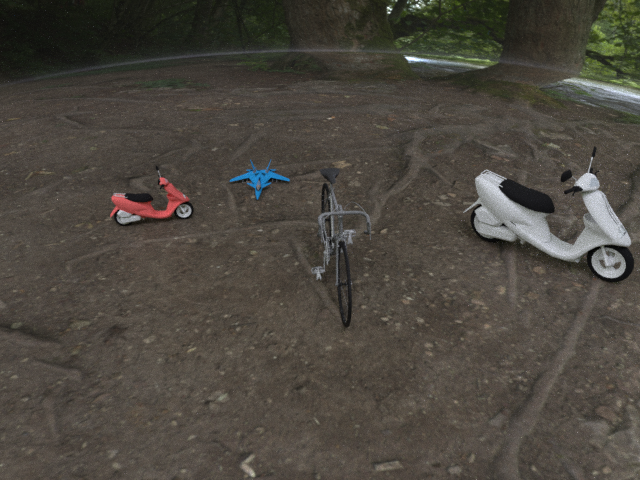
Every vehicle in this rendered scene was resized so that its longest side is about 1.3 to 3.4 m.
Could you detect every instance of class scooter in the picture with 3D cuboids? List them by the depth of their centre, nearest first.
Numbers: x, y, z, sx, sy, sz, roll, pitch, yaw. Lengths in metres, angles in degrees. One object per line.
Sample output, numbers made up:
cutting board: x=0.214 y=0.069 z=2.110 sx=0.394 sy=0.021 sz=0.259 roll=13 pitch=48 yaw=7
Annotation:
scooter: x=3.489 y=-0.486 z=10.634 sx=2.721 sy=1.786 sz=1.288 roll=21 pitch=36 yaw=32
scooter: x=-2.874 y=-0.705 z=11.896 sx=1.399 sy=0.919 sz=0.662 roll=-7 pitch=30 yaw=-12

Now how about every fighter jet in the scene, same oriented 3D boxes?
fighter jet: x=-1.155 y=-1.152 z=13.318 sx=1.147 sy=0.286 sz=1.358 roll=-1 pitch=30 yaw=-1

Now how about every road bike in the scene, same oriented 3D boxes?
road bike: x=0.212 y=-0.077 z=10.048 sx=0.697 sy=1.656 sz=3.004 roll=-3 pitch=30 yaw=-6
